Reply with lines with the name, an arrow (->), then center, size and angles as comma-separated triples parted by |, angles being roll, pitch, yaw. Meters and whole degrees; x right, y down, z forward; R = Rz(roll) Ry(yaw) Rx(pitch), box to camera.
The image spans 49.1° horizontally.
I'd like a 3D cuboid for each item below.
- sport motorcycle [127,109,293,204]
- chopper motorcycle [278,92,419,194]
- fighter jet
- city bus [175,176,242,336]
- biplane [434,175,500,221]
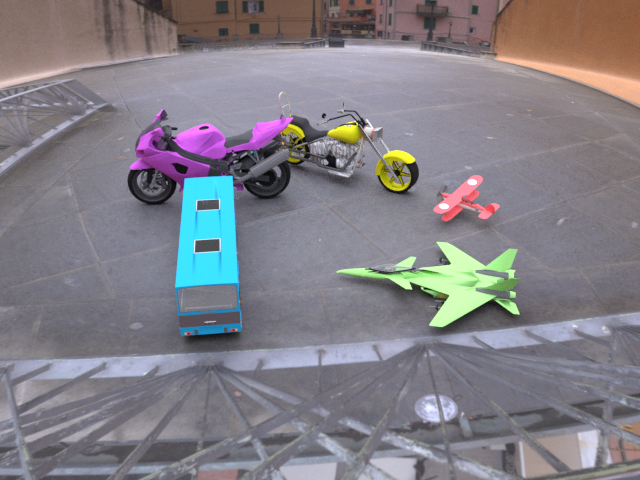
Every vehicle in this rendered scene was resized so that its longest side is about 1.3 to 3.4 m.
sport motorcycle -> -1.932, -1.421, 12.347 | 2.955, 1.596, 0.983 | -4, 31, -7
chopper motorcycle -> 0.438, -1.846, 13.189 | 3.040, 1.480, 0.906 | 16, 34, 26
fighter jet -> 1.542, 0.452, 10.173 | 2.640, 0.557, 2.229 | 5, 31, 9
city bus -> -1.622, 0.150, 10.355 | 0.926, 0.894, 3.255 | -4, 31, -6
biplane -> 2.515, -0.616, 12.051 | 1.090, 0.504, 1.336 | 24, 38, 35
